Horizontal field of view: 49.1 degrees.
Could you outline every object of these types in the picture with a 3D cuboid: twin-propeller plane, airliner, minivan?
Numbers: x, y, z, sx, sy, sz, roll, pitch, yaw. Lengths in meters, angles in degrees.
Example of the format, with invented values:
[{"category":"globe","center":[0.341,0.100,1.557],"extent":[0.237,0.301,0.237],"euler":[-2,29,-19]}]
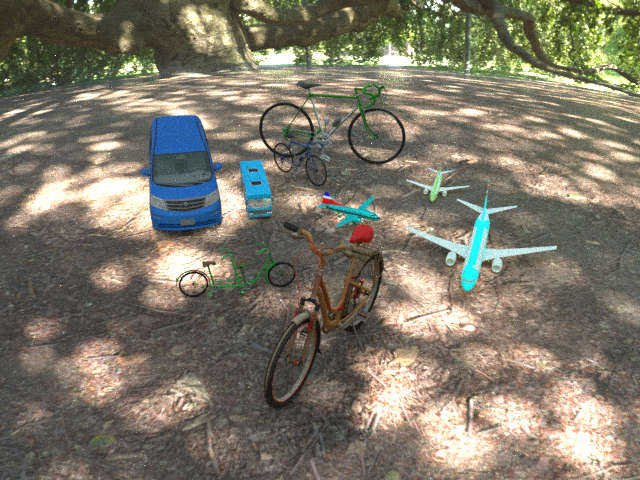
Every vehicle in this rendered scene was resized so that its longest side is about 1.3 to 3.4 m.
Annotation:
[{"category":"twin-propeller plane","center":[0.513,-0.528,11.696],"extent":[1.095,0.407,1.370],"euler":[14,30,26]},{"category":"airliner","center":[2.132,-1.074,12.760],"extent":[1.161,0.429,1.307],"euler":[7,28,14]},{"category":"minivan","center":[-2.410,-1.217,12.189],"extent":[1.324,1.197,3.011],"euler":[-6,27,-11]},{"category":"airliner","center":[2.340,-0.084,10.336],"extent":[2.257,0.835,2.541],"euler":[8,28,16]}]

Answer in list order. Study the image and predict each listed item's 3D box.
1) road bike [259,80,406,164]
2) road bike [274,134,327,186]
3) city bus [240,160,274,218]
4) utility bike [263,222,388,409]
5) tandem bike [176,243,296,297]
[{"category":"road bike","center":[0.217,-2.362,13.956],"extent":[3.004,1.656,0.697],"euler":[6,27,11]},{"category":"road bike","center":[-0.394,-1.558,13.253],"extent":[0.358,0.852,1.545],"euler":[-22,34,-37]},{"category":"city bus","center":[-1.147,-0.907,12.393],"extent":[0.476,0.460,1.674],"euler":[-5,27,-9]},{"category":"utility bike","center":[0.238,0.612,7.833],"extent":[1.039,1.839,2.791],"euler":[14,30,26]},{"category":"tandem bike","center":[-1.139,0.415,9.514],"extent":[1.642,0.682,0.283],"euler":[-6,27,-11]}]
